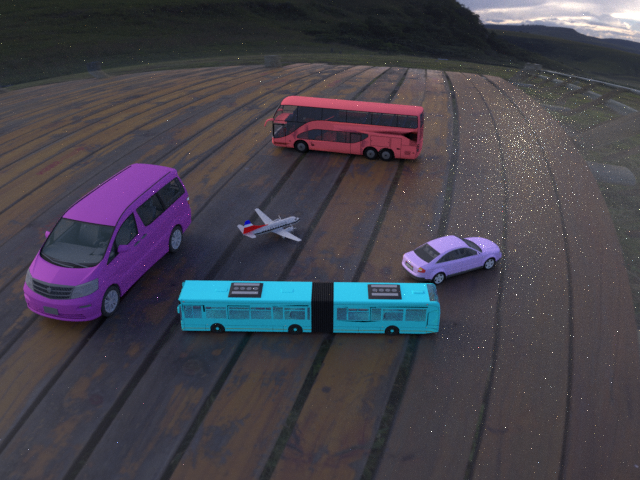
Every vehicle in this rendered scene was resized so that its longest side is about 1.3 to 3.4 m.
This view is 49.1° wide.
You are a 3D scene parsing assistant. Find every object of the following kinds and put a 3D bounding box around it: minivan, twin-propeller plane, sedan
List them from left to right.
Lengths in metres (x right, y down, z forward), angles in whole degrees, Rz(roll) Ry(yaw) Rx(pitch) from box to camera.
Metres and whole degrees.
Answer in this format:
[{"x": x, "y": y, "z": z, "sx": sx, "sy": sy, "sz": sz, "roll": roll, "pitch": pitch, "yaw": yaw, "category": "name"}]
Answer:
[{"x": -3.040, "y": -0.044, "z": 10.231, "sx": 1.324, "sy": 1.197, "sz": 3.011, "roll": 9, "pitch": 30, "yaw": 16, "category": "minivan"}, {"x": -0.780, "y": -0.259, "z": 11.429, "sx": 1.095, "sy": 0.407, "sz": 1.370, "roll": -19, "pitch": 34, "yaw": -30, "category": "twin-propeller plane"}, {"x": 2.001, "y": 0.214, "z": 10.501, "sx": 1.613, "sy": 0.483, "sz": 0.635, "roll": -14, "pitch": 32, "yaw": -23, "category": "sedan"}]

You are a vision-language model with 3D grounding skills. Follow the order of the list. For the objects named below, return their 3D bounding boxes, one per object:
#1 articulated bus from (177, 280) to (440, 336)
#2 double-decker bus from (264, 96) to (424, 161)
[{"x": -0.156, "y": 0.882, "z": 9.222, "sx": 3.401, "sy": 0.561, "sz": 0.605, "roll": 1, "pitch": 29, "yaw": 1, "category": "articulated bus"}, {"x": 0.506, "y": -2.326, "z": 14.476, "sx": 3.251, "sy": 1.052, "sz": 0.756, "roll": 7, "pitch": 30, "yaw": 13, "category": "double-decker bus"}]
